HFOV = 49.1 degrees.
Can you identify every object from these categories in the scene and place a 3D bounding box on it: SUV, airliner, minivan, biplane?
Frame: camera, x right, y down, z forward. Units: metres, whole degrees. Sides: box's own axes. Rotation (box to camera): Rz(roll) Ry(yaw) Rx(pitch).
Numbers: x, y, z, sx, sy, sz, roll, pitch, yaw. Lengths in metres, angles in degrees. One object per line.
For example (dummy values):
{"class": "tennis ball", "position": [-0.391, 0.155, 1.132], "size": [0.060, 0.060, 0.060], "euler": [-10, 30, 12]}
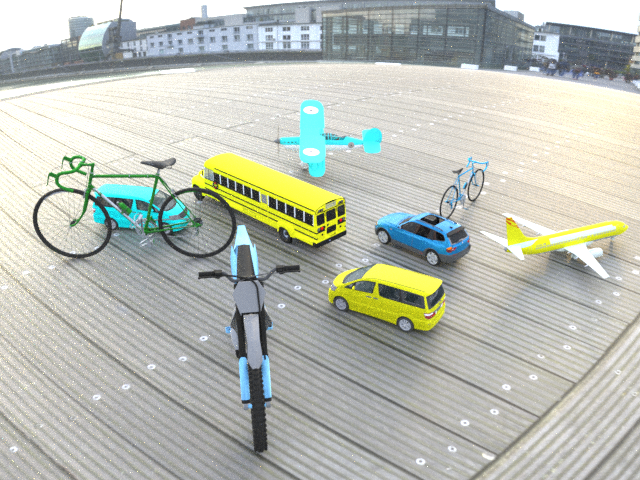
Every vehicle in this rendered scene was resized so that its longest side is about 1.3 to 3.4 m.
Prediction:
{"class": "SUV", "position": [1.565, -0.124, 10.776], "size": [0.656, 0.580, 1.572], "euler": [-24, 36, -38]}
{"class": "airliner", "position": [3.758, -0.176, 10.600], "size": [2.541, 0.835, 2.257], "euler": [-12, 30, -22]}
{"class": "minivan", "position": [0.854, 0.683, 9.196], "size": [1.548, 0.616, 0.681], "euler": [16, 31, 27]}
{"class": "minivan", "position": [-2.929, -0.526, 11.504], "size": [1.548, 0.616, 0.681], "euler": [5, 28, 9]}
{"class": "biplane", "position": [0.158, -1.900, 13.736], "size": [2.120, 0.981, 2.598], "euler": [0, 28, -1]}

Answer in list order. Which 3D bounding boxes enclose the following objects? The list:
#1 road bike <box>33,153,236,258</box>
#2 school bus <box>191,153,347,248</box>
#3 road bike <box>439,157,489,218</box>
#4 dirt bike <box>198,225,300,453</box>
{"class": "road bike", "position": [-2.743, -0.461, 10.259], "size": [3.004, 1.656, 0.697], "euler": [0, 28, 0]}
{"class": "school bus", "position": [-0.986, -0.747, 11.681], "size": [3.322, 0.844, 0.709], "euler": [25, 36, 39]}
{"class": "road bike", "position": [2.457, -0.909, 11.983], "size": [0.358, 0.852, 1.545], "euler": [21, 34, 34]}
{"class": "dirt bike", "position": [-0.760, 0.872, 7.703], "size": [1.024, 1.666, 2.903], "euler": [-4, 28, -8]}
